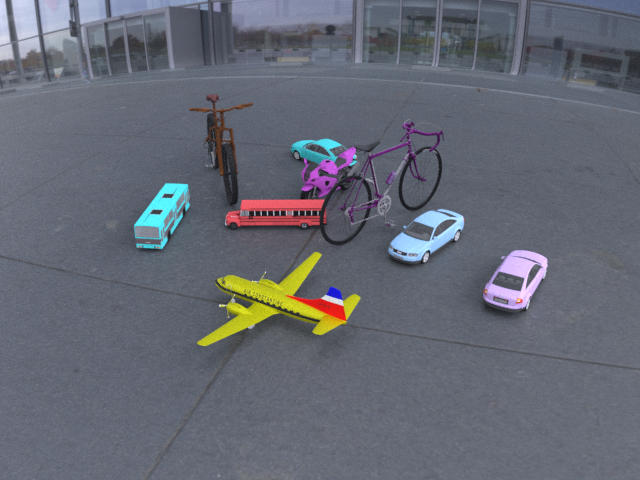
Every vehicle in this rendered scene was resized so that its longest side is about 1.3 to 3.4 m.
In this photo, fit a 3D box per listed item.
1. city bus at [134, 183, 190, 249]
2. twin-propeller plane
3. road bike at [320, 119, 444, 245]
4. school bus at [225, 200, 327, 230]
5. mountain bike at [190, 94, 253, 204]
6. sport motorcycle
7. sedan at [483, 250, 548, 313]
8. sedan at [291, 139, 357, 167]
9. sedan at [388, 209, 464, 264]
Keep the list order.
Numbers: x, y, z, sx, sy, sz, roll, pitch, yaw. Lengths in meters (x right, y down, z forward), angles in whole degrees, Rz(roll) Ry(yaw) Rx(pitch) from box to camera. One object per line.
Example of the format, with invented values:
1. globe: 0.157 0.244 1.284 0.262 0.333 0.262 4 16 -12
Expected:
1. city bus: -2.604 -0.400 11.689 0.476 0.460 1.674 3 28 5
2. twin-propeller plane: -0.568 0.719 9.244 2.129 0.792 2.663 16 32 28
3. road bike: 1.088 -0.982 11.509 3.004 1.656 0.696 -24 36 -37
4. school bus: -0.743 -0.438 11.787 1.708 0.434 0.365 0 28 -1
5. mountain bike: -1.870 -1.841 13.081 1.114 1.688 2.857 -8 29 -15
6. sport motorcycle: 0.161 -1.153 12.713 0.506 0.821 1.520 22 35 34
7. sedan: 2.817 0.498 9.984 0.635 0.483 1.613 15 32 26
8. sedan: 0.053 -1.801 14.282 0.635 0.483 1.613 -24 36 -37
9. sedan: 1.705 -0.114 11.129 0.635 0.483 1.613 22 35 35
